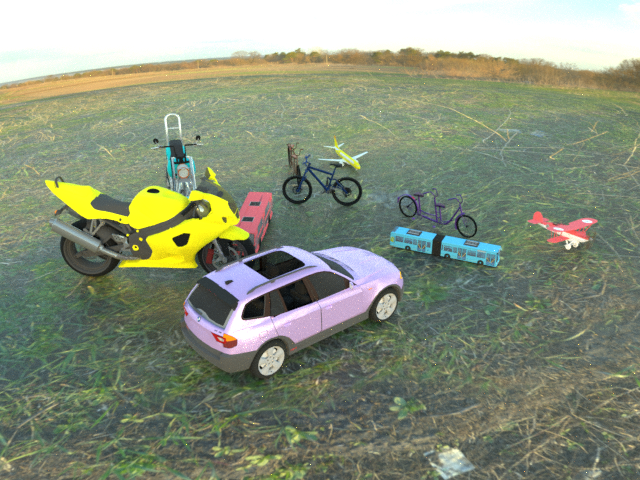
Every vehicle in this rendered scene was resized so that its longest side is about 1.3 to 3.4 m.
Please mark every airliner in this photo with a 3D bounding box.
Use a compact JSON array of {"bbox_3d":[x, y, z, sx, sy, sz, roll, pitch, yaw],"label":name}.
[{"bbox_3d":[0.556,-1.834,14.805,1.161,0.429,1.307,-11,28,-21],"label":"airliner"}]

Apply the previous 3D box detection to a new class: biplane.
[{"bbox_3d":[3.929,-0.171,11.345,1.336,0.504,1.090,-21,33,-36],"label":"biplane"}]

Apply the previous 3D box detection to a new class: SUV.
[{"bbox_3d":[-0.267,0.668,8.935,3.058,1.128,1.276,-20,33,-35],"label":"SUV"}]

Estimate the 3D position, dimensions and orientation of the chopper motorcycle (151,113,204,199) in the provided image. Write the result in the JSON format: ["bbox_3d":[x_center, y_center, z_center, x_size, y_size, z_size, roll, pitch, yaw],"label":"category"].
[{"bbox_3d":[-2.409,-1.110,12.148,0.906,1.480,3.040,-7,27,-13],"label":"chopper motorcycle"}]

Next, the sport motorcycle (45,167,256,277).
[{"bbox_3d":[-2.405,-0.160,10.088,2.955,1.596,0.983,2,26,4],"label":"sport motorcycle"}]

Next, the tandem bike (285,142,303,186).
[{"bbox_3d":[-0.523,-1.629,14.105,0.283,0.682,1.642,-5,27,-9],"label":"tandem bike"}]

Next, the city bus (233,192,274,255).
[{"bbox_3d":[-1.121,-0.268,11.592,0.476,0.460,1.674,3,26,5],"label":"city bus"}]

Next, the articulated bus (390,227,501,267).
[{"bbox_3d":[1.968,0.099,11.042,1.749,0.289,0.311,12,29,22],"label":"articulated bus"}]

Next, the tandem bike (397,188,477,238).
[{"bbox_3d":[1.973,-0.537,11.887,1.642,0.682,0.283,23,34,38],"label":"tandem bike"}]

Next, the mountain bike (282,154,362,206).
[{"bbox_3d":[0.037,-1.041,12.700,1.469,0.868,0.573,2,26,5],"label":"mountain bike"}]
